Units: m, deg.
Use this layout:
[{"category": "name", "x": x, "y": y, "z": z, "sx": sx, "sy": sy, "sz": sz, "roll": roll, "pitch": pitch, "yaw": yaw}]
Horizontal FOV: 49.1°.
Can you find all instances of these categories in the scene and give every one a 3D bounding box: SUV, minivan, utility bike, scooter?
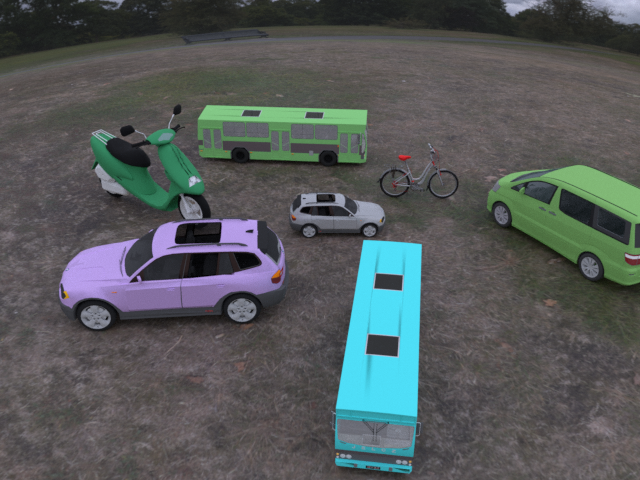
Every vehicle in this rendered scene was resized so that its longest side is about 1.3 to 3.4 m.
[{"category": "SUV", "x": 0.278, "y": -0.437, "z": 11.340, "sx": 1.572, "sy": 0.580, "sz": 0.656, "roll": 0, "pitch": 31, "yaw": -1}, {"category": "minivan", "x": 3.941, "y": -0.456, "z": 10.772, "sx": 1.324, "sy": 1.197, "sz": 3.011, "roll": -17, "pitch": 35, "yaw": -26}, {"category": "utility bike", "x": 1.718, "y": -1.196, "z": 12.253, "sx": 1.435, "sy": 0.946, "sz": 0.535, "roll": 2, "pitch": 31, "yaw": 3}, {"category": "SUV", "x": -1.952, "y": 0.377, "z": 9.447, "sx": 3.058, "sy": 1.128, "sz": 1.276, "roll": -2, "pitch": 31, "yaw": -4}, {"category": "scooter", "x": -2.888, "y": -1.281, "z": 11.576, "sx": 2.721, "sy": 1.786, "sz": 1.288, "roll": 19, "pitch": 36, "yaw": 29}]

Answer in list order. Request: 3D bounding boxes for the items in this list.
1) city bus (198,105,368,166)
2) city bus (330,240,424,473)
[{"category": "city bus", "x": -0.700, "y": -2.038, "z": 13.710, "sx": 3.255, "sy": 0.894, "sz": 0.926, "roll": 2, "pitch": 31, "yaw": 4}, {"category": "city bus", "x": 0.755, "y": 1.213, "z": 8.278, "sx": 0.926, "sy": 0.894, "sz": 3.255, "roll": 4, "pitch": 31, "yaw": 7}]
